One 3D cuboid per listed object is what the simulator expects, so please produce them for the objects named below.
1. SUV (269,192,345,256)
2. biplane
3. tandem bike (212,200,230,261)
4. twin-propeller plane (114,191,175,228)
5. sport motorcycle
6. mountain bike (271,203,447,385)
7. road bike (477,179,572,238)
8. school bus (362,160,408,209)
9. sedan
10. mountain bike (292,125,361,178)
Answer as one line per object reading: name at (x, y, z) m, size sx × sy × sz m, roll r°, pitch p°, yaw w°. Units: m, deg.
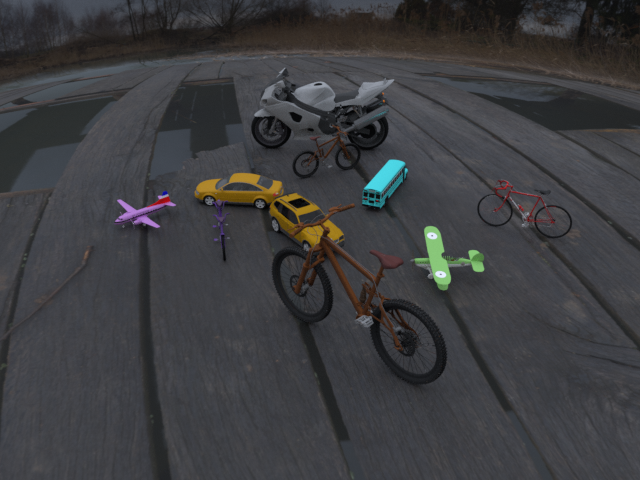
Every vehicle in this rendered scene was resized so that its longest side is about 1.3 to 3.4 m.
SUV at (-0.235, -0.286, 11.395) m, size 0.656 × 0.580 × 1.572 m, roll -19°, pitch 34°, yaw -29°
biplane at (1.884, 0.333, 10.379) m, size 1.090 × 0.504 × 1.336 m, roll 0°, pitch 30°, yaw -1°
tandem bike at (-1.595, -0.292, 11.304) m, size 0.283 × 0.682 × 1.642 m, roll -5°, pitch 30°, yaw -9°
twin-propeller plane at (-3.034, -0.517, 11.978) m, size 1.095 × 0.407 × 1.370 m, roll -24°, pitch 37°, yaw -36°
sport motorcycle at (0.026, -2.653, 14.541) m, size 2.955 × 1.596 × 0.983 m, roll 1°, pitch 30°, yaw 1°
mountain bike at (0.395, 0.635, 8.647) m, size 2.857 × 1.688 × 1.114 m, roll 26°, pitch 38°, yaw 37°
road bike at (3.365, -0.510, 11.515) m, size 1.545 × 0.852 × 0.358 m, roll 13°, pitch 32°, yaw 22°
school bus at (1.236, -1.071, 12.929) m, size 0.365 × 0.434 × 1.708 m, roll 12°, pitch 32°, yaw 20°
sedan at (-1.468, -0.929, 12.628) m, size 1.613 × 0.483 × 0.635 m, roll 4°, pitch 30°, yaw 6°
mountain bike at (0.141, -1.688, 13.577) m, size 1.469 × 0.868 × 0.573 m, roll -13°, pitch 32°, yaw -22°
